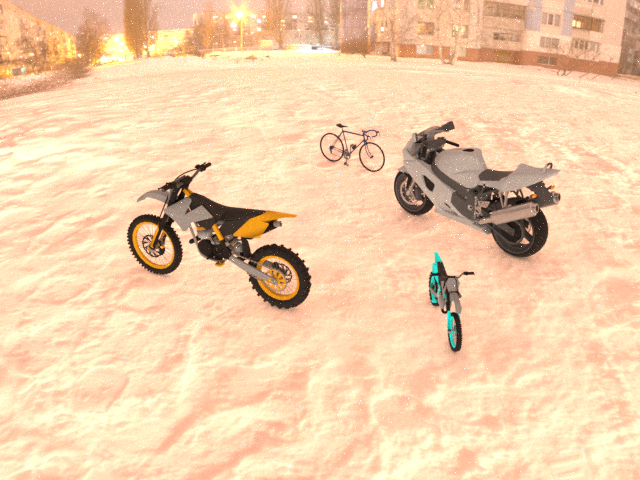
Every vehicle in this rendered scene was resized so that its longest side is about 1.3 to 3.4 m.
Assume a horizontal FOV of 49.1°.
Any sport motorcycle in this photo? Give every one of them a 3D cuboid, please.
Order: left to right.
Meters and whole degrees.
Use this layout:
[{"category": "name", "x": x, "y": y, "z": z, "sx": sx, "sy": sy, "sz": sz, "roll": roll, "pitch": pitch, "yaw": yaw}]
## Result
[{"category": "sport motorcycle", "x": 2.294, "y": -0.814, "z": 10.850, "sx": 0.983, "sy": 1.596, "sz": 2.955, "roll": -22, "pitch": 34, "yaw": -37}]

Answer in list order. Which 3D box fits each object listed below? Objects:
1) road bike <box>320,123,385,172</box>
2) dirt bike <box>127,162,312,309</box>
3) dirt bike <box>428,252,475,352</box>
[{"category": "road bike", "x": 0.620, "y": -1.843, "z": 13.722, "sx": 1.545, "sy": 0.852, "sz": 0.358, "roll": 18, "pitch": 32, "yaw": 32}, {"category": "dirt bike", "x": -1.434, "y": -0.057, "z": 9.267, "sx": 2.903, "sy": 1.666, "sz": 1.024, "roll": 12, "pitch": 29, "yaw": 23}, {"category": "dirt bike", "x": 1.566, "y": 0.693, "z": 8.677, "sx": 0.527, "sy": 0.857, "sz": 1.493, "roll": -2, "pitch": 27, "yaw": -4}]
